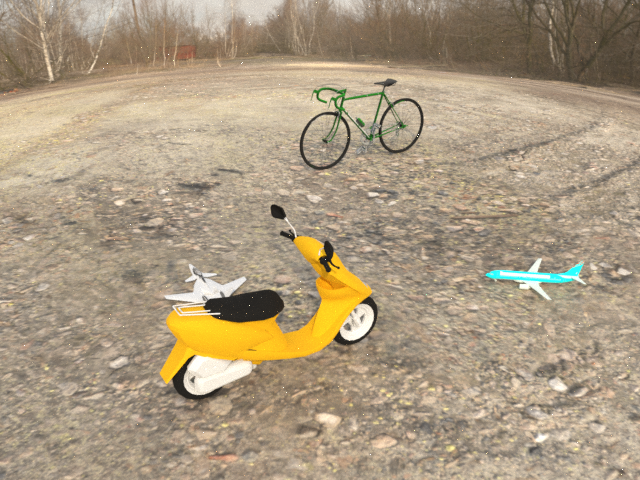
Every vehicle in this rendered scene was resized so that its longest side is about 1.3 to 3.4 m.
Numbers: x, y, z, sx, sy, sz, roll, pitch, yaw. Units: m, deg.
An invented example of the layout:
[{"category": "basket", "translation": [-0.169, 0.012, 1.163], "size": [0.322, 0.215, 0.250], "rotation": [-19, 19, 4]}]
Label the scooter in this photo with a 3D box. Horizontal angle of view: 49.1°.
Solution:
[{"category": "scooter", "translation": [-0.469, 0.694, 7.669], "size": [2.721, 1.786, 1.288], "rotation": [-15, 31, -28]}]

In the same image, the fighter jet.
[{"category": "fighter jet", "translation": [-1.604, 0.544, 9.635], "size": [1.147, 0.286, 1.358], "rotation": [-13, 29, -24]}]

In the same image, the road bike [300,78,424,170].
[{"category": "road bike", "translation": [0.893, -2.353, 13.871], "size": [3.004, 1.656, 0.697], "rotation": [-16, 31, -28]}]

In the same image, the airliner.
[{"category": "airliner", "translation": [2.974, 0.431, 9.702], "size": [1.307, 0.429, 1.161], "rotation": [4, 27, 9]}]
